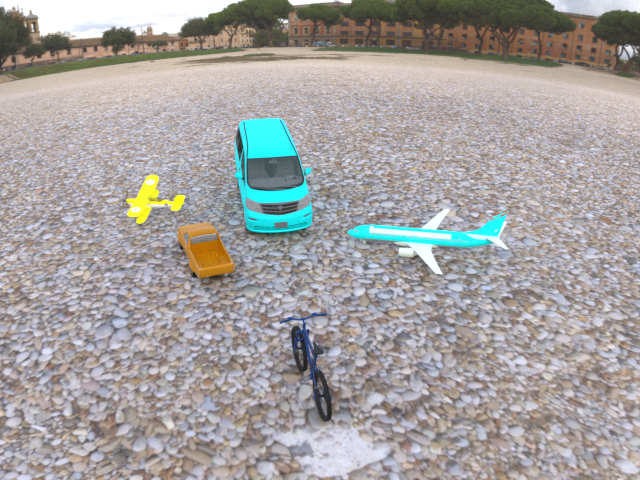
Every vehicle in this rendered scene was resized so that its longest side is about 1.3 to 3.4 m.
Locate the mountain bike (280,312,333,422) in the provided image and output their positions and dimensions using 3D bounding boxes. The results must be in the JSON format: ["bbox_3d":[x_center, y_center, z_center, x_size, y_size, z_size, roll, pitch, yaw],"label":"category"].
[{"bbox_3d":[-0.112,1.391,8.080,0.573,0.868,1.469,-8,29,-15],"label":"mountain bike"}]

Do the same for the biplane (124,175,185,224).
[{"bbox_3d":[-2.935,-0.652,12.337,1.090,0.504,1.336,2,28,4],"label":"biplane"}]

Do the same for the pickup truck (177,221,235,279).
[{"bbox_3d":[-1.799,0.108,10.892,0.640,0.511,1.603,-10,30,-19],"label":"pickup truck"}]

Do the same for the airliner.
[{"bbox_3d":[1.693,-0.211,11.149,2.541,0.835,2.257,6,28,11],"label":"airliner"}]

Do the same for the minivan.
[{"bbox_3d":[-0.901,-1.212,12.657,1.324,1.197,3.011,-5,28,-9],"label":"minivan"}]
